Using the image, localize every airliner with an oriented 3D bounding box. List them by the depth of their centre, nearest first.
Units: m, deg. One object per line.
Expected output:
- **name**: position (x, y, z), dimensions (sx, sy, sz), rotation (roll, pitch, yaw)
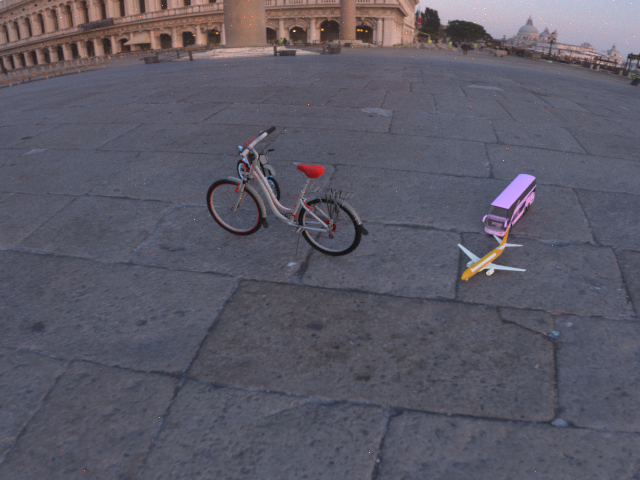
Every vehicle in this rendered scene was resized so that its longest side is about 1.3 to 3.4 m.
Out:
- **airliner**: position (2.499, 0.226, 10.508), dimensions (1.161, 0.429, 1.307), rotation (24, 37, 37)

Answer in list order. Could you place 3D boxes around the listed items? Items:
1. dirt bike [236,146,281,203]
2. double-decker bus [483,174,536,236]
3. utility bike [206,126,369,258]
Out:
- **dirt bike**: position (-1.135, -1.263, 12.764), dimensions (0.527, 0.857, 1.493), rotation (-18, 34, -30)
- **double-decker bus**: position (3.241, -0.590, 11.871), dimensions (0.389, 0.541, 1.672), rotation (17, 33, 28)
- **utility bike**: position (-0.602, -0.648, 10.634), dimensions (2.791, 1.839, 1.039), rotation (12, 31, 20)
